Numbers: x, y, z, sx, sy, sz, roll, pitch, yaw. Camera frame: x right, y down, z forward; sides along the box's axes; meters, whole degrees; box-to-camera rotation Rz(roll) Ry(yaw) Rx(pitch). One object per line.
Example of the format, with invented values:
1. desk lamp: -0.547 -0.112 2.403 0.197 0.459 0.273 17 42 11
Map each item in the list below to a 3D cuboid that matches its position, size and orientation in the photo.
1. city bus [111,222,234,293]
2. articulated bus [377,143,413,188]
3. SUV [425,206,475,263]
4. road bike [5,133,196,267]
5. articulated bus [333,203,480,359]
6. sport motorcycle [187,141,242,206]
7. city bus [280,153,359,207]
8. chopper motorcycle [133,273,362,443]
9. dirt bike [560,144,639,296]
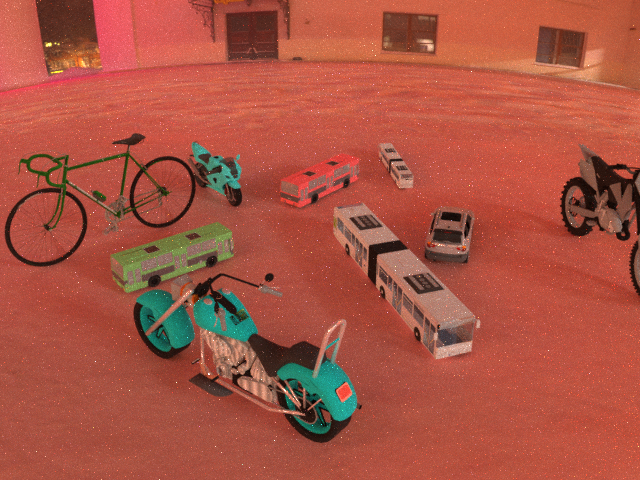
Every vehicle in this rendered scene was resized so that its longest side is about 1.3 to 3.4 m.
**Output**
1. city bus: -2.015 0.239 9.709 1.674 0.460 0.476 -20 33 -33
2. articulated bus: 1.406 -1.408 13.105 0.311 0.289 1.749 -4 27 -7
3. SUV: 1.942 -0.175 10.384 0.656 0.580 1.572 7 28 13
4. road bike: -3.105 -0.673 10.177 3.004 1.656 0.696 -22 35 -37
5. articulated bus: 0.981 0.403 9.280 0.605 0.561 3.401 -9 29 -17
6. sport motorcycle: -1.777 -1.140 12.000 0.506 0.821 1.520 -19 33 -33
7. city bus: 0.024 -1.033 12.186 0.476 0.460 1.674 21 34 35
8. chopper motorcycle: -0.901 0.969 7.173 3.040 1.480 0.906 20 33 34
9. dirt bike: 4.109 -0.397 9.627 1.024 1.666 2.903 -4 27 -8
